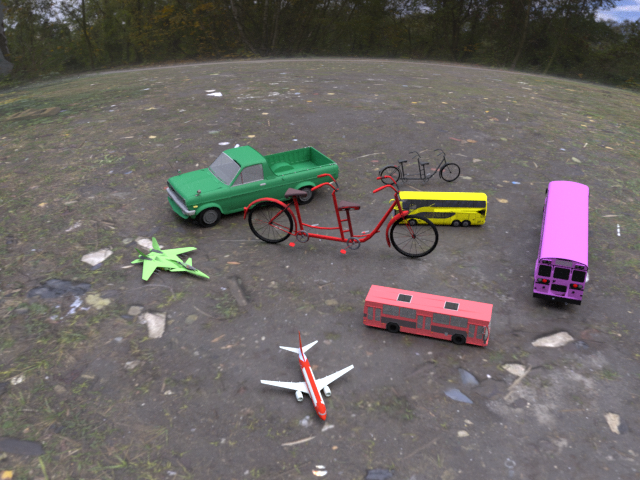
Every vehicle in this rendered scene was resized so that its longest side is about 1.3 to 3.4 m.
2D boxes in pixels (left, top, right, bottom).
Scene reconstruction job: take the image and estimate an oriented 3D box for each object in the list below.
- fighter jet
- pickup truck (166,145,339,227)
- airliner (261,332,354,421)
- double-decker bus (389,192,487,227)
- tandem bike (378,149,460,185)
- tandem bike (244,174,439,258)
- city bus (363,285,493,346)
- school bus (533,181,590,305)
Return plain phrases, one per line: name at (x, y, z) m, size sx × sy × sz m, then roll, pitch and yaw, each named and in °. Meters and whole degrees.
fighter jet at (-2.252, 0.327, 10.887) m, size 1.358 × 0.286 × 1.147 m, roll 17°, pitch 33°, yaw 28°
pickup truck at (-1.216, -1.157, 12.846) m, size 3.117 × 0.993 × 1.244 m, roll -15°, pitch 32°, yaw -25°
airliner at (-0.112, 1.622, 8.394) m, size 1.161 × 0.429 × 1.307 m, roll -7°, pitch 30°, yaw -13°
double-decker bus at (2.049, -0.545, 12.204) m, size 1.672 × 0.541 × 0.389 m, roll 1°, pitch 29°, yaw 2°
tandem bike at (1.949, -1.412, 13.630) m, size 1.642 × 0.682 × 0.283 m, roll -3°, pitch 29°, yaw -6°
tandem bike at (0.303, -0.415, 11.157) m, size 3.192 × 1.326 × 0.550 m, roll 6°, pitch 29°, yaw 11°
city bus at (1.445, 1.029, 9.437) m, size 1.674 × 0.460 × 0.476 m, roll 9°, pitch 30°, yaw 15°
school bus at (3.864, -0.117, 11.116) m, size 0.709 × 0.844 × 3.322 m, roll 9°, pitch 30°, yaw 16°
